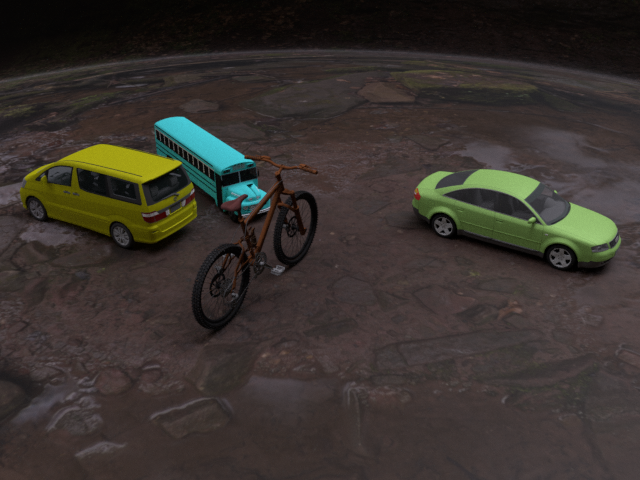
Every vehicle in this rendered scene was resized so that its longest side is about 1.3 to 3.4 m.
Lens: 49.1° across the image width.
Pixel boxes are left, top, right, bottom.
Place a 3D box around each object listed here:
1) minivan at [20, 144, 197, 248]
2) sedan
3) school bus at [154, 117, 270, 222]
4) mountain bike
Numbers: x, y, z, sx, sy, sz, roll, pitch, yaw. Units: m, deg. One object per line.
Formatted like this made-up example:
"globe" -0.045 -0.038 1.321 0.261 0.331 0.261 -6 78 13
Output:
"minivan" -3.432 -0.832 11.060 3.011 1.197 1.324 15 32 26
"sedan" 2.941 -0.449 10.629 3.137 0.940 1.235 17 33 29
"school bus" -1.936 -1.306 12.291 0.709 0.844 3.322 -18 34 -30
"mountain bike" -0.763 -0.060 9.141 1.114 1.688 2.857 15 32 25
